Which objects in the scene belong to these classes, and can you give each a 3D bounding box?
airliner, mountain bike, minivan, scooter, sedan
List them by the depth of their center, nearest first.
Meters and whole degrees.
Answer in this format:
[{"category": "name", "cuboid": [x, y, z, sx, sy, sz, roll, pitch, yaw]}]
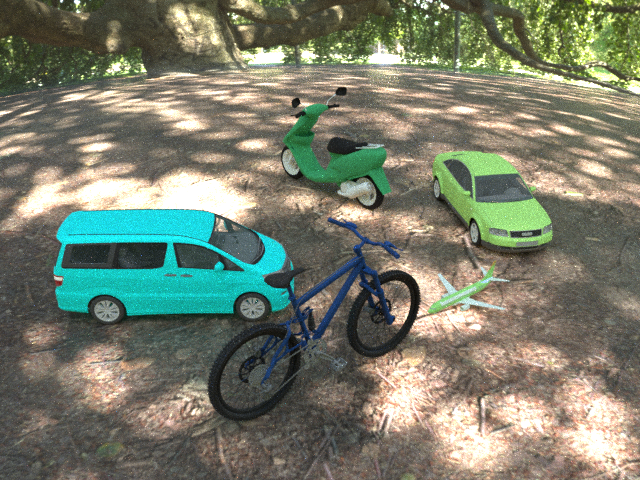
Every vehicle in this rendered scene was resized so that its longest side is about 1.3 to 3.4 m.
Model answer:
[{"category": "mountain bike", "cuboid": [0.052, 0.835, 7.463, 2.857, 1.688, 1.114, -19, 33, -33]}, {"category": "minivan", "cuboid": [-1.847, 0.279, 9.114, 3.011, 1.197, 1.324, -1, 27, -2]}, {"category": "airliner", "cuboid": [1.897, 0.636, 9.257, 1.307, 0.429, 1.161, -19, 32, -33]}, {"category": "sedan", "cuboid": [2.773, -0.800, 11.540, 1.235, 0.940, 3.137, -4, 27, -9]}, {"category": "scooter", "cuboid": [0.203, -1.645, 12.277, 1.288, 1.786, 2.721, -23, 34, -37]}]
